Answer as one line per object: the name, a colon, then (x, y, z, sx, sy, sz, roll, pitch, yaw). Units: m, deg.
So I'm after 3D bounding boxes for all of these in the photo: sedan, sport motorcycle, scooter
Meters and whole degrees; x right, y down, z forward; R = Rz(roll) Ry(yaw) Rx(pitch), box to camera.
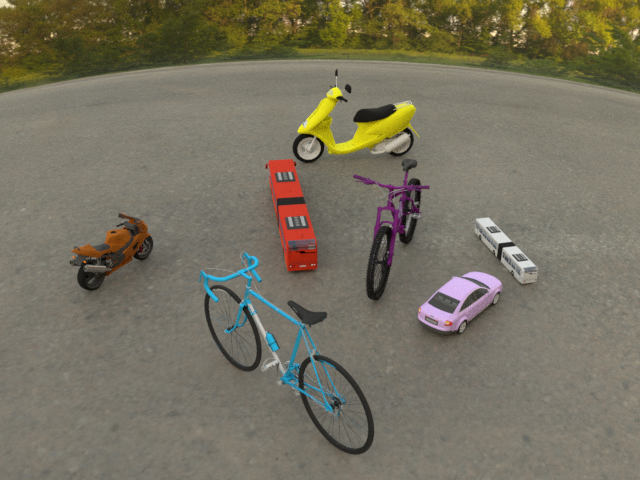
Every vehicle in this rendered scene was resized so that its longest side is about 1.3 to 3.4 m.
sedan: (2.013, 0.803, 9.891, 0.635, 0.483, 1.613, 24, 37, 36)
sport motorcycle: (-3.132, 0.160, 10.694, 0.506, 0.821, 1.520, 17, 34, 28)
scooter: (0.765, -2.510, 14.475, 2.721, 1.786, 1.288, -5, 30, -9)

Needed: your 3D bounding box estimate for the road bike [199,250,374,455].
road bike: (-0.468, 1.214, 7.958, 0.697, 1.656, 3.004, -24, 37, -36)

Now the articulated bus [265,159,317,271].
articulated bus: (-0.514, -0.534, 12.200, 0.605, 0.561, 3.401, -4, 30, -7)

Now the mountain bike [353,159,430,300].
mountain bike: (1.176, -0.337, 10.695, 1.114, 1.688, 2.857, 10, 31, 18)

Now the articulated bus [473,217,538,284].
articulated bus: (2.962, 0.141, 11.274, 0.311, 0.289, 1.749, -7, 30, -12)
